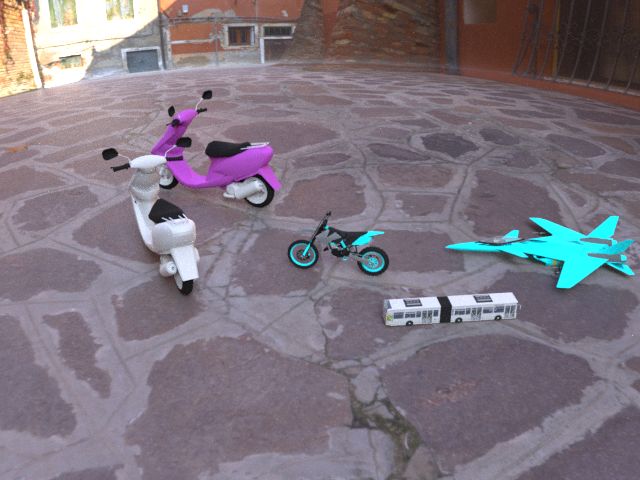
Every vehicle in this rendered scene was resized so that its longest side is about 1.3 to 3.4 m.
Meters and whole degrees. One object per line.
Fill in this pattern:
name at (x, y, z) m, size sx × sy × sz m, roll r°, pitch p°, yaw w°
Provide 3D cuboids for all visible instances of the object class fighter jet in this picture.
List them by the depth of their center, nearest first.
fighter jet at (3.230, 0.014, 10.509) m, size 2.640 × 0.557 × 2.229 m, roll 2°, pitch 27°, yaw 5°

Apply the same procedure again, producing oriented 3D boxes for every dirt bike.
dirt bike at (0.255, 0.088, 10.038) m, size 1.493 × 0.857 × 0.527 m, roll 5°, pitch 28°, yaw 10°

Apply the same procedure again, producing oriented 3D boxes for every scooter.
scooter at (-2.307, -0.454, 10.076) m, size 1.288 × 1.786 × 2.721 m, roll -13°, pitch 30°, yaw -24°
scooter at (-1.929, -1.559, 12.217) m, size 2.721 × 1.786 × 1.288 m, roll 12°, pitch 30°, yaw 22°

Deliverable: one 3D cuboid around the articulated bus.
articulated bus at (1.697, 0.899, 9.087) m, size 1.749 × 0.289 × 0.311 m, roll -3°, pitch 27°, yaw -5°
